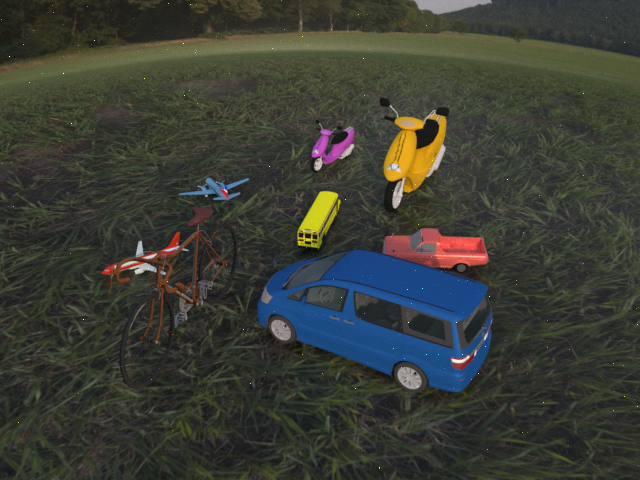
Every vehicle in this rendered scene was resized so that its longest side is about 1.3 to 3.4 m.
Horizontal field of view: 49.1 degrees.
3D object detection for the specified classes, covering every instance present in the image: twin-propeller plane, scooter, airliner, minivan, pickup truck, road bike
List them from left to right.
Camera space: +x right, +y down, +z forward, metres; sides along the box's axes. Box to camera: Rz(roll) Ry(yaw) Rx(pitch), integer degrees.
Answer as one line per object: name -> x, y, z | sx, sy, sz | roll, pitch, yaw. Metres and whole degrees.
airliner -> -2.715, 0.222, 10.723 | 1.307, 0.429, 1.161 | -17, 34, -27
road bike -> -1.721, 0.542, 8.920 | 0.696, 1.656, 3.004 | 10, 31, 17
twin-propeller plane -> -1.893, -0.977, 12.854 | 1.370, 0.407, 1.095 | -15, 33, -25
scooter -> 0.270, -1.958, 14.060 | 0.662, 0.919, 1.399 | 22, 36, 33
minivan -> 0.617, 0.843, 8.855 | 3.011, 1.197, 1.324 | 16, 34, 27
scooter -> 1.767, -1.744, 12.806 | 1.288, 1.786, 2.721 | 14, 33, 23
pickup truck -> 1.767, 0.132, 10.799 | 1.603, 0.511, 0.640 | 2, 30, 3

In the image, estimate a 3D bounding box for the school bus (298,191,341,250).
school bus -> 0.014, -0.382, 11.780 | 0.365, 0.434, 1.708 | 7, 30, 12
